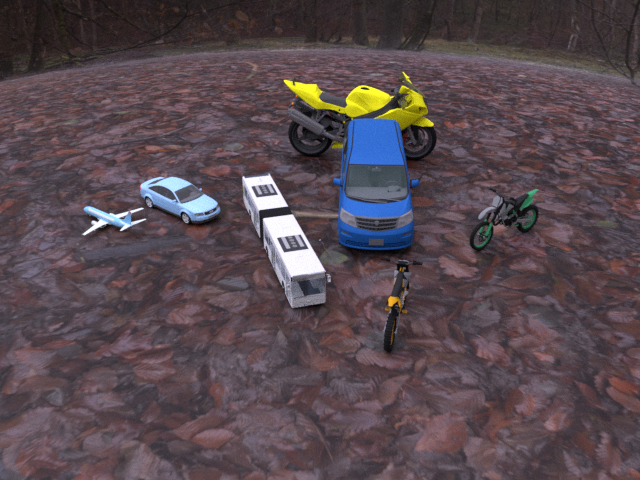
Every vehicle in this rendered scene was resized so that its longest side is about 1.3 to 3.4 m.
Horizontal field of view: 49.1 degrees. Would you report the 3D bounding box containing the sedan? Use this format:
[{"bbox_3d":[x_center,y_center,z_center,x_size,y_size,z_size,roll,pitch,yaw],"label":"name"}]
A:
[{"bbox_3d":[-2.352,-0.722,11.710,1.613,0.483,0.635,22,36,34],"label":"sedan"}]

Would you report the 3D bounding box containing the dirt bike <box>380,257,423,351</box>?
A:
[{"bbox_3d":[0.973,0.697,8.770,0.527,0.857,1.493,7,30,13],"label":"dirt bike"}]

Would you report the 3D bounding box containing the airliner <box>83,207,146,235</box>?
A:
[{"bbox_3d":[-3.410,-0.432,11.242,1.307,0.429,1.161,21,35,33],"label":"airliner"}]

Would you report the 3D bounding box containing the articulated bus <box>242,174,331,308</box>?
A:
[{"bbox_3d":[-0.613,-0.107,10.522,0.605,0.561,3.401,-8,30,-14],"label":"articulated bus"}]

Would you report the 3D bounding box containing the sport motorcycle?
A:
[{"bbox_3d":[0.784,-2.337,13.471,2.955,1.596,0.983,3,29,5],"label":"sport motorcycle"}]

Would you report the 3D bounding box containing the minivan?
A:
[{"bbox_3d":[0.891,-0.967,11.416,1.324,1.197,3.011,1,29,2],"label":"minivan"}]

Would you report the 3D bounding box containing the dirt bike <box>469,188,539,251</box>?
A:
[{"bbox_3d":[2.855,-0.364,10.680,1.493,0.857,0.527,-19,34,-30],"label":"dirt bike"}]
